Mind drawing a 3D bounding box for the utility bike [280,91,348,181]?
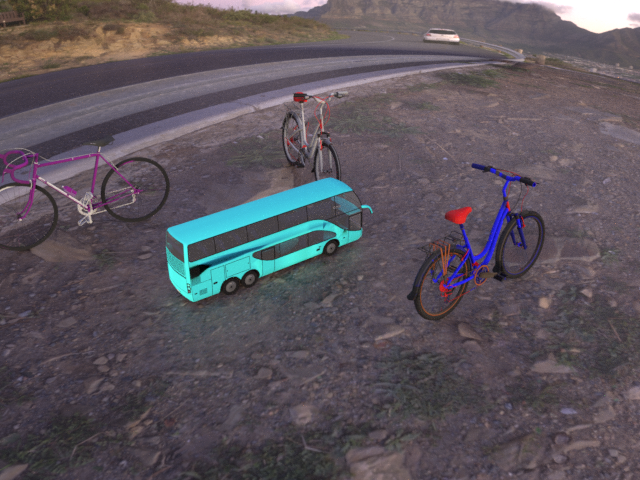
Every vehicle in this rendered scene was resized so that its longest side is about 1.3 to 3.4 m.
[{"bbox_3d":[-0.122,-1.976,12.927,1.039,1.839,2.791,-12,32,-20],"label":"utility bike"}]

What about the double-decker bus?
[{"bbox_3d":[-0.694,-0.084,10.439,3.251,1.052,0.756,-20,36,-31],"label":"double-decker bus"}]

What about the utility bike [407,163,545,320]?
[{"bbox_3d":[2.169,-0.040,9.575,2.791,1.839,1.039,-21,36,-32],"label":"utility bike"}]

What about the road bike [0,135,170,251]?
[{"bbox_3d":[-3.846,-0.804,11.082,3.004,1.656,0.697,-16,34,-26],"label":"road bike"}]
